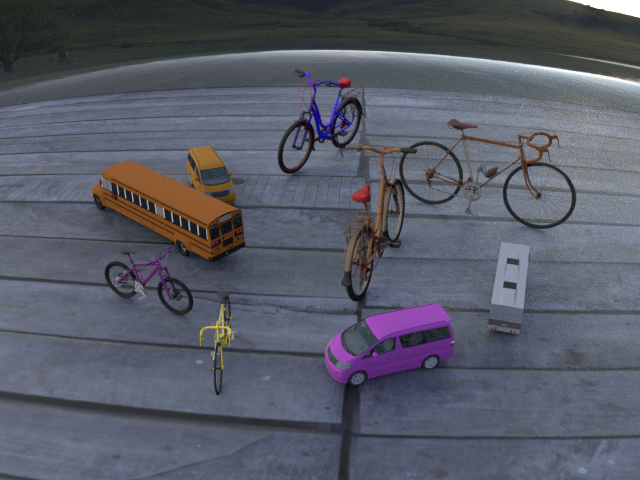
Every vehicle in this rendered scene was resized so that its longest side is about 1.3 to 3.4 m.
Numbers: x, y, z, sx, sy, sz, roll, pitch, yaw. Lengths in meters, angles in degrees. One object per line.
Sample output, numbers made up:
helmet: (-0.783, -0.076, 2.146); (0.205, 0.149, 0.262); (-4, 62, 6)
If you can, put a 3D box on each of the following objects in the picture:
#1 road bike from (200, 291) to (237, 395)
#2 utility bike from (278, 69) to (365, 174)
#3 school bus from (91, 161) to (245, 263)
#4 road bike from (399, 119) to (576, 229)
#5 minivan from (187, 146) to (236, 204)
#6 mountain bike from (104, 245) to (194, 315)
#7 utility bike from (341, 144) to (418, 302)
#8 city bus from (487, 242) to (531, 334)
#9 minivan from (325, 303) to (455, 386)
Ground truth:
road bike: (-1.165, 1.125, 8.342); (0.358, 0.852, 1.545); (0, 30, -1)
utility bike: (0.161, -2.397, 13.554); (1.039, 1.839, 2.791); (20, 35, 31)
school bus: (-2.584, -0.554, 11.310); (3.322, 0.844, 0.709); (24, 37, 36)
road bike: (2.706, -1.142, 11.524); (3.004, 1.656, 0.697); (15, 33, 25)
minivan: (-1.971, -1.150, 12.595); (0.681, 0.616, 1.548); (-11, 31, -18)
mountain bike: (-2.333, 0.515, 9.402); (1.469, 0.868, 0.573); (14, 32, 23)
utility bike: (0.730, -0.395, 10.022); (1.039, 1.839, 2.791); (11, 31, 19)
city bus: (2.594, 0.644, 9.588); (0.476, 0.460, 1.674); (9, 31, 15)
minivan: (0.828, 1.228, 8.400); (1.548, 0.616, 0.681); (-9, 31, -16)
